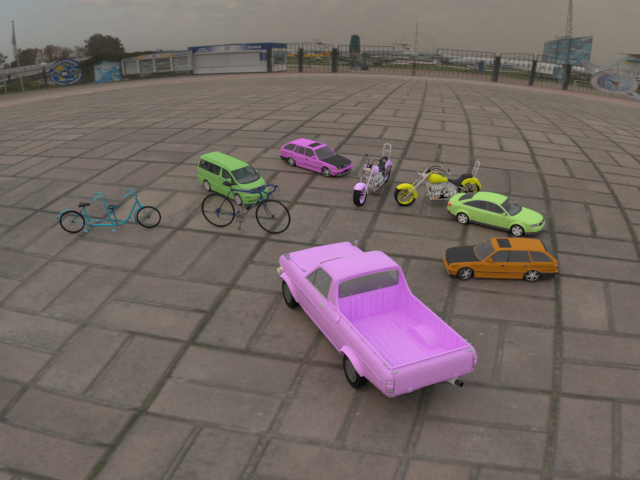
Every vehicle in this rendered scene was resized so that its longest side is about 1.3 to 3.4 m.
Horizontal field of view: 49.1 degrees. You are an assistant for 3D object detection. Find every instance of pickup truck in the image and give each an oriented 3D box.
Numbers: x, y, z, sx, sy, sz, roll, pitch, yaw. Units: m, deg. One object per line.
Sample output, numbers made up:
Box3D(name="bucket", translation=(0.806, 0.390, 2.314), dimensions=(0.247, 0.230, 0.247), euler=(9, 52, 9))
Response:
Box3D(name="pickup truck", translation=(0.542, 0.764, 8.439), dimensions=(1.244, 0.993, 3.117), euler=(-11, 28, -22))

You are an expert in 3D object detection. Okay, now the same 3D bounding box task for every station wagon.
Box3D(name="station wagon", translation=(-0.074, -1.686, 14.092), dimensions=(1.597, 0.473, 0.682), euler=(21, 33, 37))
Box3D(name="station wagon", translation=(2.589, 0.249, 10.098), dimensions=(1.597, 0.473, 0.682), euler=(1, 26, 3))

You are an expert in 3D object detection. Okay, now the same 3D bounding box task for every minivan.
Box3D(name="minivan", translation=(-1.593, -1.136, 12.794), dimensions=(0.681, 0.616, 1.548), euler=(-23, 34, -39))

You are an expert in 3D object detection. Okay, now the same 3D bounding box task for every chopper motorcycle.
Box3D(name="chopper motorcycle", translation=(2.086, -0.998, 12.342), dimensions=(1.563, 0.761, 0.466), euler=(-4, 26, -8))
Box3D(name="chopper motorcycle", translation=(0.968, -1.200, 12.759), dimensions=(0.466, 0.761, 1.563), euler=(12, 28, 23))

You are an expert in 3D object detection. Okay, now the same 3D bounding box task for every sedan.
Box3D(name="sedan", translation=(2.913, -0.486, 11.604), dimensions=(1.613, 0.483, 0.635), euler=(15, 30, 29))

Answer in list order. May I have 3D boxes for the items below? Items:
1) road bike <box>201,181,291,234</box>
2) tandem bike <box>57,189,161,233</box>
Box3D(name="road bike", translation=(-1.211, -0.542, 11.298), dimensions=(1.545, 0.852, 0.358), euler=(7, 27, 14))
Box3D(name="tandem bike", translation=(-3.420, -0.459, 11.320), dimensions=(1.642, 0.682, 0.283), euler=(-4, 26, -8))
